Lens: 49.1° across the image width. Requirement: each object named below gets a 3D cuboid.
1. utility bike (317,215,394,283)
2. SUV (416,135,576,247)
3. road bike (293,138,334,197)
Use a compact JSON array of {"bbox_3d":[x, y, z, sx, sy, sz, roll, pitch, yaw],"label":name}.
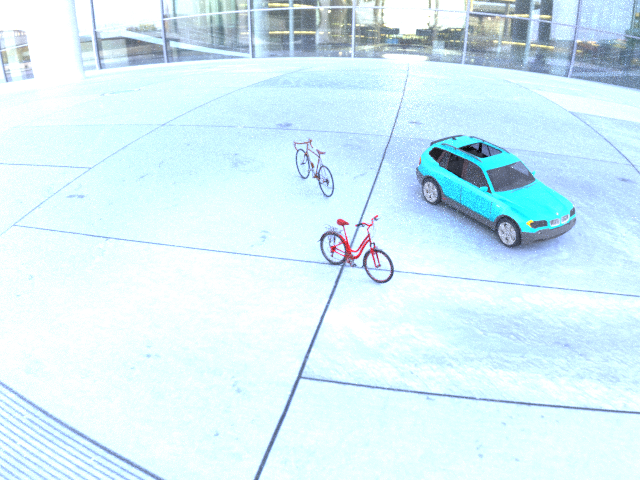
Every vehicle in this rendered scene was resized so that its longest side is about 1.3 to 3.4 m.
[{"bbox_3d":[0.550,0.048,10.465,1.435,0.946,0.535,22,36,34],"label":"utility bike"},{"bbox_3d":[2.967,-0.940,12.078,1.276,1.128,3.058,-17,33,-28],"label":"SUV"},{"bbox_3d":[-0.114,-1.393,13.192,0.358,0.852,1.545,-14,32,-24],"label":"road bike"}]
